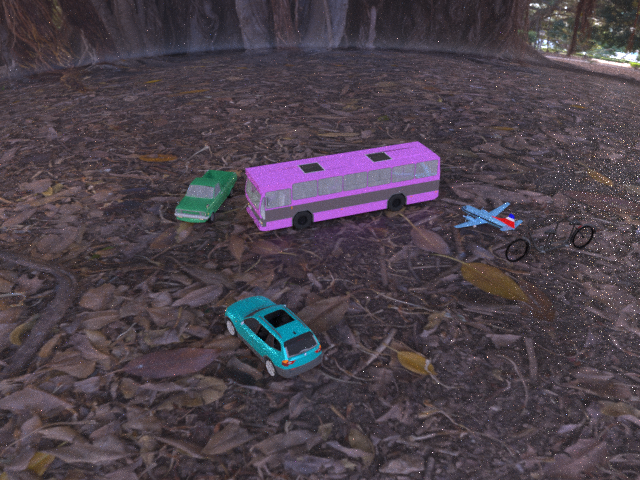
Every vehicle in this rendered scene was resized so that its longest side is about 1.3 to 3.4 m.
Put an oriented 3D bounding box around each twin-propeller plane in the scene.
[{"bbox_3d":[2.750,-0.407,11.484,1.370,0.407,1.095,-22,36,-33],"label":"twin-propeller plane"}]

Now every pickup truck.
[{"bbox_3d":[-1.949,-0.820,12.100,0.640,0.511,1.603,7,30,11],"label":"pickup truck"}]

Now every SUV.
[{"bbox_3d":[-0.600,1.102,8.677,0.656,0.580,1.572,-19,35,-30],"label":"SUV"}]

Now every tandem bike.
[{"bbox_3d":[3.536,-0.069,10.618,1.642,0.682,0.283,-10,31,-18],"label":"tandem bike"}]

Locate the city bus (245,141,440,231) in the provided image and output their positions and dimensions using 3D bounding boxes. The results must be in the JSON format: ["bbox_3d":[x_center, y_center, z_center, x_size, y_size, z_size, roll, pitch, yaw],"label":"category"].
[{"bbox_3d":[0.409,-0.905,11.863,3.255,0.894,0.926,-11,32,-19],"label":"city bus"}]
